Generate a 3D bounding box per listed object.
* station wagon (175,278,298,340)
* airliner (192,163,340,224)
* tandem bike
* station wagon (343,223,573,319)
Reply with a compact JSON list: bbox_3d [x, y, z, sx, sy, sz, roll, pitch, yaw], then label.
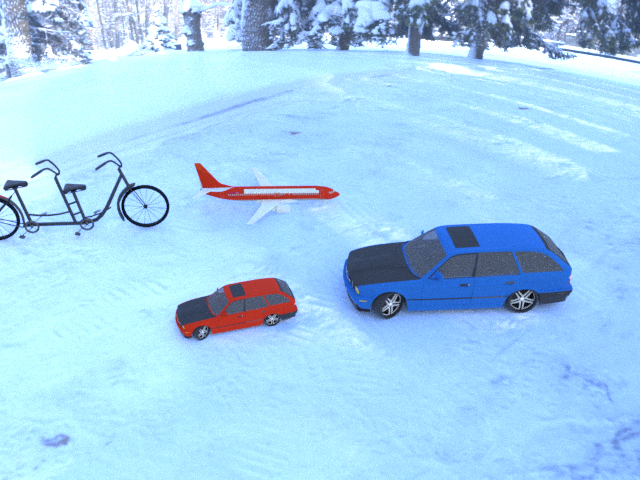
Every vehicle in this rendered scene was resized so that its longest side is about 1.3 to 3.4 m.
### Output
[{"bbox_3d":[-1.123,0.865,9.301,1.597,0.473,0.682,-9,31,-16],"label":"station wagon"},{"bbox_3d":[-0.918,-0.978,12.172,2.541,0.835,2.257,-2,30,-3],"label":"airliner"},{"bbox_3d":[-4.049,-0.677,11.148,3.192,1.326,0.550,-5,30,-9],"label":"tandem bike"},{"bbox_3d":[1.873,0.344,9.766,3.105,0.920,1.327,-2,30,-4],"label":"station wagon"}]
